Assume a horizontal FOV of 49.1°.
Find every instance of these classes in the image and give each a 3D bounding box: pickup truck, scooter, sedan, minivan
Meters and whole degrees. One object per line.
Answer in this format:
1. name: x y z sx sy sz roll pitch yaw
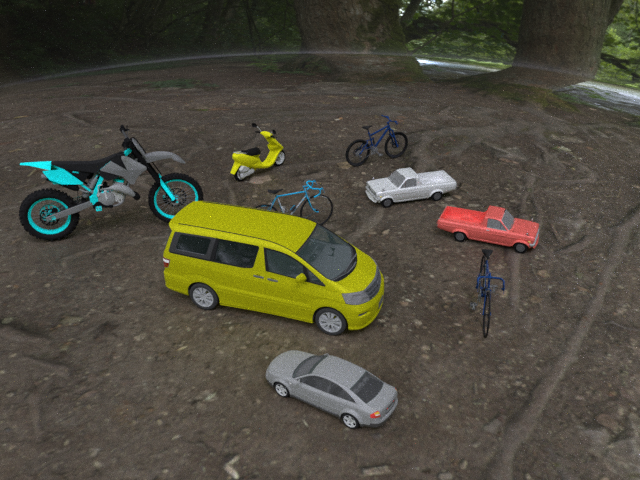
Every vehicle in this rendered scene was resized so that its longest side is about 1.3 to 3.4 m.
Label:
1. pickup truck: 2.720 -0.251 11.294 1.603 0.511 0.640 12 31 20
2. pickup truck: 1.644 -1.004 12.649 1.603 0.511 0.640 -8 30 -15
3. scooter: -1.181 -1.706 13.491 0.662 0.919 1.399 24 37 36
4. sedan: 0.106 1.613 7.974 1.613 0.483 0.635 17 34 28
5. minivan: -0.615 0.317 9.569 3.011 1.197 1.324 9 30 16

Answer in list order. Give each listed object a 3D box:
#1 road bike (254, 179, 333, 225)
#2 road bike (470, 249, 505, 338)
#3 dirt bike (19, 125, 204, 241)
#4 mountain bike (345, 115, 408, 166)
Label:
1. road bike: -0.493 -0.506 11.403 1.545 0.852 0.358 -12 31 -20
2. road bike: 2.217 0.624 9.372 0.358 0.852 1.545 4 29 7
3. dirt bike: -3.353 -0.875 11.228 2.903 1.666 1.024 -8 30 -14
4. mountain bike: 1.156 -1.968 14.013 1.469 0.868 0.573 -15 32 -24
